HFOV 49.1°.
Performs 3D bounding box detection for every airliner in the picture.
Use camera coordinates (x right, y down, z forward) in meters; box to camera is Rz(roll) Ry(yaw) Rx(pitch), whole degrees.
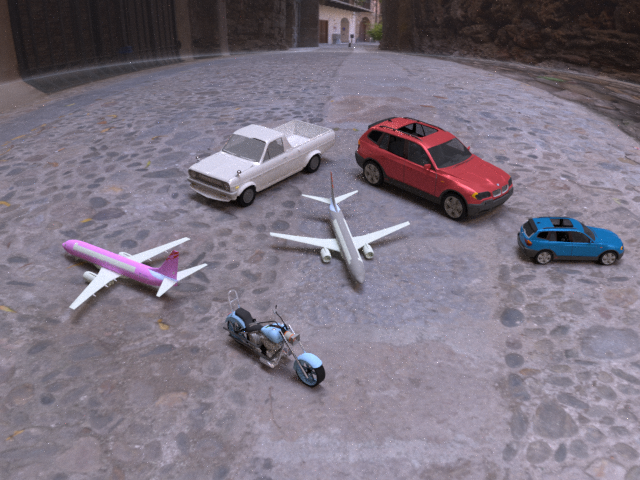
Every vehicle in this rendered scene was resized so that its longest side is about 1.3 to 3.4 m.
[{"bbox_3d":[-2.905,0.199,10.097,2.541,0.835,2.257,18,34,28],"label":"airliner"},{"bbox_3d":[0.377,-0.209,10.822,2.257,0.835,2.541,-5,30,-8],"label":"airliner"}]

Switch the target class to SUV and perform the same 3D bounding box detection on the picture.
[{"bbox_3d":[3.849,-0.018,10.742,1.572,0.580,0.656,1,29,1],"label":"SUV"},{"bbox_3d":[2.004,-1.388,12.619,1.276,1.128,3.058,-25,38,-36],"label":"SUV"}]

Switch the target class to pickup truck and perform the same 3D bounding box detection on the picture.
[{"bbox_3d":[-1.030,-1.627,13.181,1.244,0.993,3.117,21,35,32],"label":"pickup truck"}]

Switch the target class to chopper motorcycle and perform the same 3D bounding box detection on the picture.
[{"bbox_3d":[-0.570,1.176,8.436,1.563,0.761,0.466,23,36,34],"label":"chopper motorcycle"}]
